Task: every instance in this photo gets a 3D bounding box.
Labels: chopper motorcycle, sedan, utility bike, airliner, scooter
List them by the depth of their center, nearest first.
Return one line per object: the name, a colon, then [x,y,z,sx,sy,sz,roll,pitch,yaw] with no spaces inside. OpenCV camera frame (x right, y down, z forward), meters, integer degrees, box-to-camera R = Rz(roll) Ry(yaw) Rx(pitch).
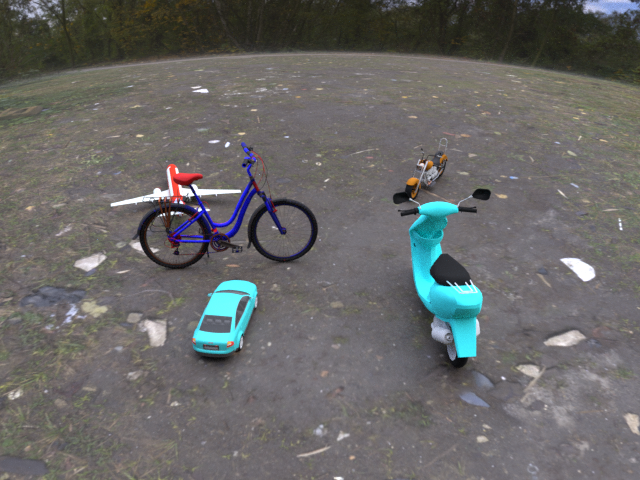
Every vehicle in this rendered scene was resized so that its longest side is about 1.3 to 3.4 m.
scooter: [1.598,0.297,9.150,1.288,1.786,2.721,-3,30,-5]
sedan: [-1.238,0.953,9.314,0.635,0.483,1.613,4,30,7]
utility bike: [-1.431,-0.484,10.483,2.791,1.839,1.039,-3,30,-6]
airliner: [-2.590,-1.038,12.491,2.257,0.835,2.541,-7,30,-12]
chopper motorcycle: [2.001,-1.332,13.089,0.466,0.761,1.563,18,34,28]
